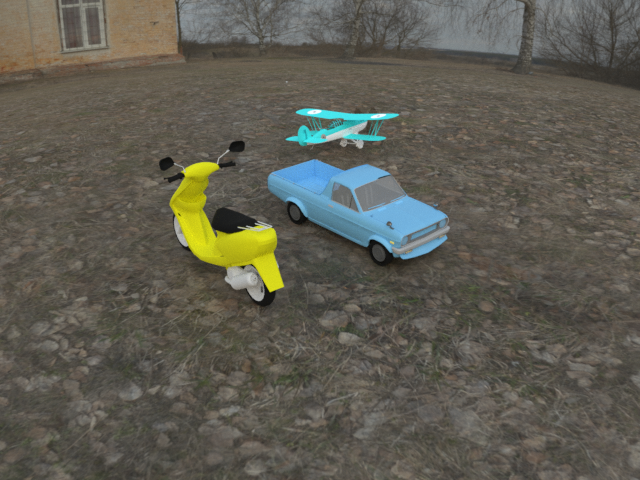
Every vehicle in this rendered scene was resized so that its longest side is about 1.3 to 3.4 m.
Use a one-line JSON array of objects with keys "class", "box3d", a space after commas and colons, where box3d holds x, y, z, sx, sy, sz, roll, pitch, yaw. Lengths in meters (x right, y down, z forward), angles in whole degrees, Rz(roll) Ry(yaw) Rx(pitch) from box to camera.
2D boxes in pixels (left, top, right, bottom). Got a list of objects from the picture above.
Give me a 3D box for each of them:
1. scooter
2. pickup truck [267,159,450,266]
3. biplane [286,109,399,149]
[{"class": "scooter", "box3d": [-1.360, -0.292, 9.444, 1.288, 1.786, 2.721, -19, 33, -33]}, {"class": "pickup truck", "box3d": [0.523, -0.627, 10.979, 1.244, 0.993, 3.117, -22, 34, -37]}, {"class": "biplane", "box3d": [0.283, -2.208, 14.107, 2.598, 0.981, 2.120, 23, 35, 37]}]
